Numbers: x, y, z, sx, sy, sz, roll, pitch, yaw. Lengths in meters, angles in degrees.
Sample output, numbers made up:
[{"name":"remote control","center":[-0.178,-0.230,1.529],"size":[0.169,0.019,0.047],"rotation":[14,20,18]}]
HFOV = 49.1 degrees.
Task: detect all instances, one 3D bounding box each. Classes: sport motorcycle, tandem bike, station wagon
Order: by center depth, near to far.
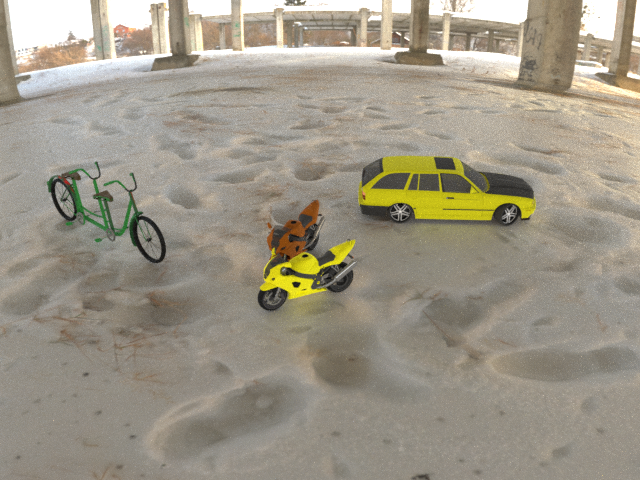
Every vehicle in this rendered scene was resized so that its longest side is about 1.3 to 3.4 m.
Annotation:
[{"name":"sport motorcycle","center":[-0.173,0.481,9.747],"size":[1.520,0.821,0.506],"rotation":[-14,30,-25]},{"name":"sport motorcycle","center":[-0.380,-0.011,10.698],"size":[0.506,0.821,1.520],"rotation":[13,30,23]},{"name":"tandem bike","center":[-3.536,-0.602,11.291],"size":[3.192,1.326,0.550],"rotation":[21,34,35]},{"name":"station wagon","center":[2.238,-0.935,12.377],"size":[3.105,0.920,1.327],"rotation":[2,27,3]}]
